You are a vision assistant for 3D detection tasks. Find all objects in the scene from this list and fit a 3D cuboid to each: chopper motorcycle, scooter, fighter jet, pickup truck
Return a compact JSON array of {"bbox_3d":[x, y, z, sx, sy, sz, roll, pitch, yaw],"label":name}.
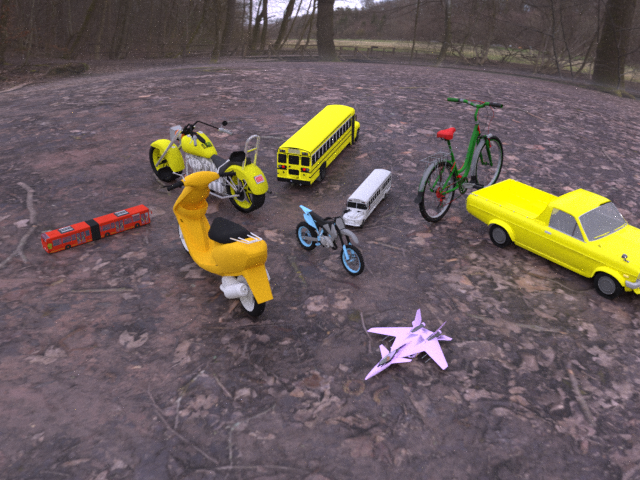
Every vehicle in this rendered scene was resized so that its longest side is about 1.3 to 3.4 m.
[{"bbox_3d":[-2.056,-1.449,12.335,3.040,1.480,0.906,23,36,37],"label":"chopper motorcycle"},{"bbox_3d":[-1.414,-0.176,9.584,1.288,1.786,2.721,-17,32,-29],"label":"scooter"},{"bbox_3d":[0.976,1.287,8.414,1.147,0.286,1.358,23,35,37],"label":"fighter jet"},{"bbox_3d":[3.693,-0.216,10.512,1.244,0.993,3.117,-20,33,-33],"label":"pickup truck"}]

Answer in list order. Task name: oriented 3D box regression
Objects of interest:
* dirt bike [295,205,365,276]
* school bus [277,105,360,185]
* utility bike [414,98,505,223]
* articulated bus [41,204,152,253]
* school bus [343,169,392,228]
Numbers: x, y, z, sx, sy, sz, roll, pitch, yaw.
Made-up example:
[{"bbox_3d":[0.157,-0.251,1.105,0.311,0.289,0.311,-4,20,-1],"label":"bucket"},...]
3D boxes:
[{"bbox_3d":[0.135,-0.056,10.354,0.527,0.857,1.493,-22,35,-36],"label":"dirt bike"},{"bbox_3d":[0.066,-1.991,14.049,0.709,0.844,3.322,9,29,17],"label":"school bus"},{"bbox_3d":[2.374,-1.450,11.950,1.039,1.839,2.791,23,35,36],"label":"utility bike"},{"bbox_3d":[-3.551,-0.191,11.222,1.749,0.289,0.311,-21,34,-34],"label":"articulated bus"},{"bbox_3d":[0.822,-0.730,12.090,0.365,0.434,1.708,11,30,20],"label":"school bus"}]
